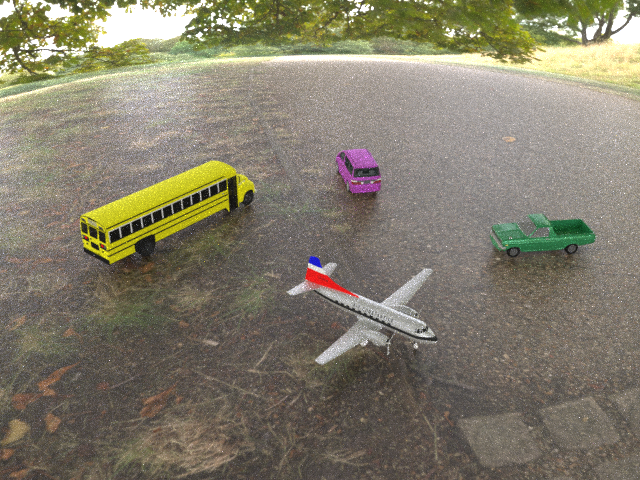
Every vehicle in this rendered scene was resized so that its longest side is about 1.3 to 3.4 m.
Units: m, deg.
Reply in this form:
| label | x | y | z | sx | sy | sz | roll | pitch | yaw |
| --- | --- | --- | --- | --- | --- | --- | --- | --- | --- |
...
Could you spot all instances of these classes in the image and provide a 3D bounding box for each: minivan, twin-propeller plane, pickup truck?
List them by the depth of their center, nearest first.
| label | x | y | z | sx | sy | sz | roll | pitch | yaw |
| --- | --- | --- | --- | --- | --- | --- | --- | --- | --- |
| twin-propeller plane | 0.636 | 0.837 | 9.299 | 2.129 | 0.792 | 2.663 | 21 | 35 | 32 |
| pickup truck | 3.581 | -0.118 | 11.277 | 1.603 | 0.511 | 0.640 | -3 | 30 | -6 |
| minivan | 0.721 | -1.418 | 13.474 | 0.681 | 0.616 | 1.548 | -5 | 30 | -9 |

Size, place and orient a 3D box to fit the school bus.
| label | x | y | z | sx | sy | sz | roll | pitch | yaw |
| --- | --- | --- | --- | --- | --- | --- | --- | --- | --- |
| school bus | -2.397 | -0.574 | 11.746 | 0.709 | 0.844 | 3.322 | 22 | 36 | 33 |
